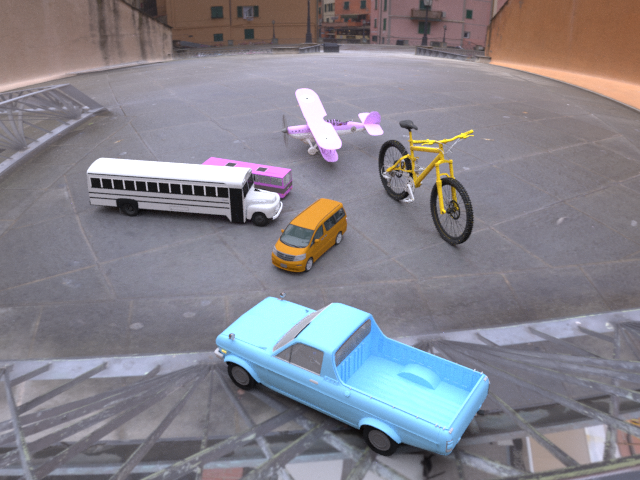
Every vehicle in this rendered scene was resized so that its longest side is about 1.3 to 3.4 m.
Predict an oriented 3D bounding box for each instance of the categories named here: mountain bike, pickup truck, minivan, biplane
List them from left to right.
[{"bbox_3d":[-0.157,-0.086,10.962,0.681,0.616,1.548,16,33,26],"label":"minivan"},{"bbox_3d":[0.249,-2.301,14.511,2.120,0.981,2.598,-7,30,-12],"label":"biplane"},{"bbox_3d":[0.292,1.394,7.961,3.117,0.993,1.244,18,34,28],"label":"pickup truck"},{"bbox_3d":[1.711,-1.117,11.697,1.114,1.688,2.857,-13,32,-21],"label":"mountain bike"}]

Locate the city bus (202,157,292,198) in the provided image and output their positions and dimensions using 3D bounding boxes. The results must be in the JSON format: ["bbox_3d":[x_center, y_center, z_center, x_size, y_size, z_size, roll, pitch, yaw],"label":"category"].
[{"bbox_3d":[-1.362,-1.144,12.994,1.674,0.460,0.476,10,31,18],"label":"city bus"}]

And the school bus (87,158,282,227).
[{"bbox_3d":[-2.312,-0.854,12.090,3.322,0.844,0.709,5,30,8],"label":"school bus"}]
